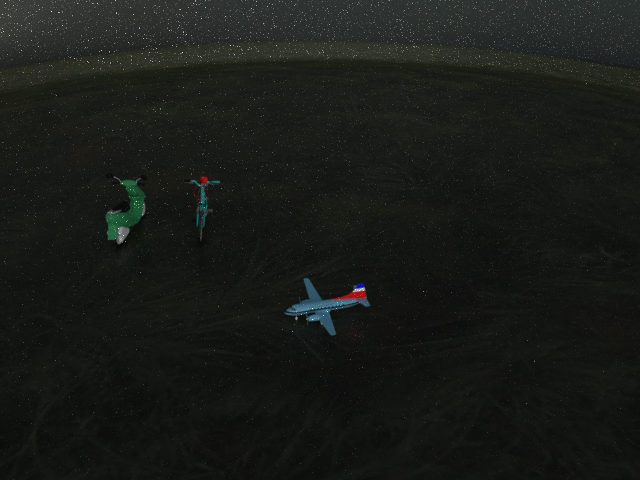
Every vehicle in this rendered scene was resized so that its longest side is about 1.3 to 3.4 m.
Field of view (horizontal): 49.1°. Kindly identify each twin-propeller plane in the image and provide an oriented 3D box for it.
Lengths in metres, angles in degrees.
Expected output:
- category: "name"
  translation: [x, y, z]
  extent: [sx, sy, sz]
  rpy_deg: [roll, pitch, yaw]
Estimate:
- category: "twin-propeller plane"
  translation: [0.077, 0.791, 8.956]
  extent: [1.095, 0.407, 1.370]
  rpy_deg: [-7, 28, -13]

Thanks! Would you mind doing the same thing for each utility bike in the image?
- category: "utility bike"
  translation: [-1.815, -0.589, 11.018]
  extent: [0.535, 0.946, 1.435]
  rpy_deg: [-2, 28, -4]

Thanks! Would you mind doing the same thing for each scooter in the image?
- category: "scooter"
  translation: [-3.029, -0.537, 10.948]
  extent: [0.662, 0.919, 1.399]
  rpy_deg: [3, 28, 6]
